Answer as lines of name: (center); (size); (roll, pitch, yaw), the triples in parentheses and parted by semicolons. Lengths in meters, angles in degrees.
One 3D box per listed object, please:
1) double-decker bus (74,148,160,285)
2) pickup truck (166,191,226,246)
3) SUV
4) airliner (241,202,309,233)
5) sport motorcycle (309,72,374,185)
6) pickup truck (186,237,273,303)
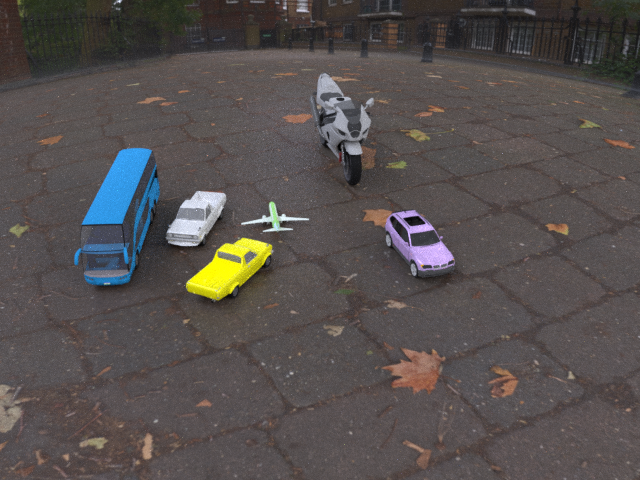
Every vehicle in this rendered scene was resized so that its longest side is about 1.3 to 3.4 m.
double-decker bus: (-3.204, -0.434, 11.406); (0.756, 1.052, 3.251); (-2, 29, -3)
pickup truck: (-2.092, -0.430, 11.955); (0.640, 0.511, 1.603); (5, 29, 9)
SUV: (1.552, 0.024, 11.066); (0.656, 0.580, 1.572); (-9, 30, -16)
airliner: (-0.789, -0.471, 12.113); (1.161, 0.429, 1.307); (-4, 29, -7)
sport motorcycle: (0.391, -2.308, 14.221); (0.983, 1.596, 2.955); (-6, 30, -11)
pickup truck: (-1.324, 0.383, 10.491); (0.640, 0.511, 1.603); (13, 32, 23)
